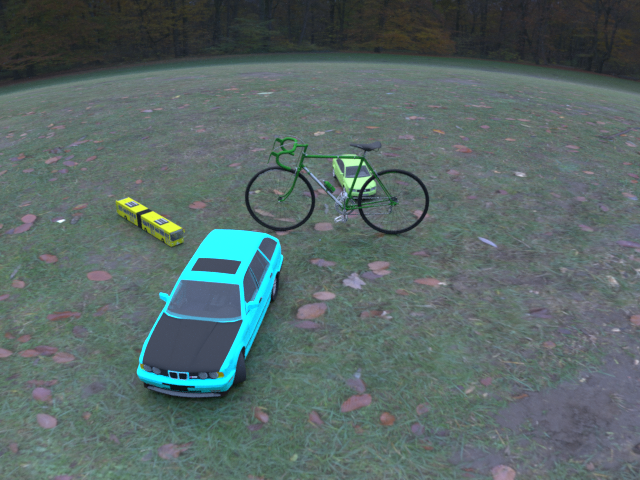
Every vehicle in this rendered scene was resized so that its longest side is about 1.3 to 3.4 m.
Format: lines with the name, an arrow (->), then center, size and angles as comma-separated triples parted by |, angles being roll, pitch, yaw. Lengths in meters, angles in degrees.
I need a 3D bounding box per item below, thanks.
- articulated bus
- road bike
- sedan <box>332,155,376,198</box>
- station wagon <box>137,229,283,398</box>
articulated bus -> -2.874, -0.322, 11.740 | 0.311, 0.289, 1.749 | -24, 36, -38
road bike -> 0.268, -0.857, 11.288 | 3.004, 1.656, 0.697 | 2, 28, 3
sedan -> 0.645, -1.269, 13.328 | 0.635, 0.483, 1.613 | -5, 28, -10
station wagon -> -1.325, 0.754, 9.022 | 1.327, 0.920, 3.105 | 4, 28, 8
